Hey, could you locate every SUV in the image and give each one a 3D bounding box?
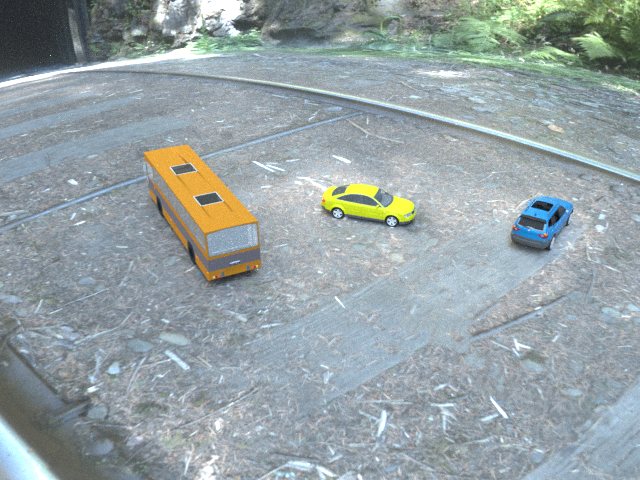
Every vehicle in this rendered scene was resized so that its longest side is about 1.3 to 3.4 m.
[{"bbox_3d":[3.564,-0.370,11.156,0.656,0.580,1.572,18,34,28],"label":"SUV"}]

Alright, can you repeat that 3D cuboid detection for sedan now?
[{"bbox_3d":[0.815,-0.632,11.716,1.613,0.483,0.635,9,31,16],"label":"sedan"}]

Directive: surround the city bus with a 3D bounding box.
[{"bbox_3d":[-1.932,-0.496,11.060,0.926,0.894,3.255,-14,32,-23],"label":"city bus"}]
